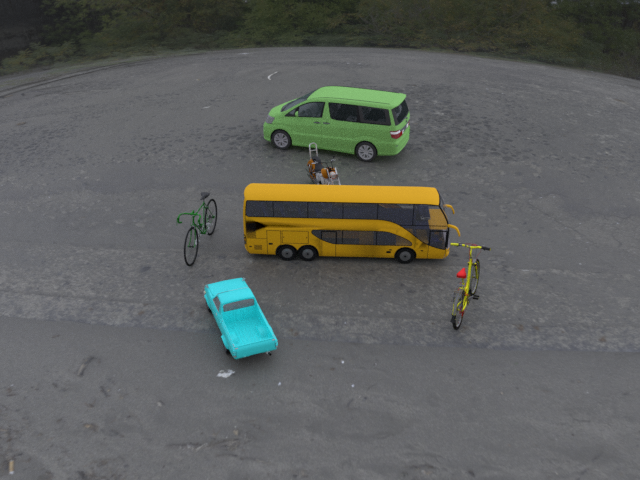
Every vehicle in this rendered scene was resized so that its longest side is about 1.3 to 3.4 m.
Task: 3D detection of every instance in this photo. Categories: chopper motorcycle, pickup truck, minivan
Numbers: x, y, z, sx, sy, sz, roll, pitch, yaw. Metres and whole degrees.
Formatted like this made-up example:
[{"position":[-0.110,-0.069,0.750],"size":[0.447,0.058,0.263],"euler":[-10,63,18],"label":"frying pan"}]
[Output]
[{"position":[0.117,-1.125,12.441],"size":[0.466,0.761,1.563],"euler":[-11,32,-18],"label":"chopper motorcycle"},{"position":[-1.059,0.957,9.099],"size":[0.640,0.511,1.603],"euler":[-11,32,-18],"label":"pickup truck"},{"position":[0.307,-2.476,14.337],"size":[3.011,1.197,1.324],"euler":[11,32,18],"label":"minivan"}]

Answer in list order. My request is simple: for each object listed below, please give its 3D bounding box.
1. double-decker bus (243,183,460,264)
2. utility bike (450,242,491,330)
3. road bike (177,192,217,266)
[{"position":[0.458,-0.273,10.681],"size":[3.251,1.052,0.756],"euler":[1,30,2],"label":"double-decker bus"},{"position":[1.927,0.543,9.379],"size":[0.535,0.946,1.435],"euler":[13,32,21],"label":"utility bike"},{"position":[-1.844,-0.245,10.833],"size":[0.358,0.852,1.545],"euler":[5,31,9],"label":"road bike"}]
